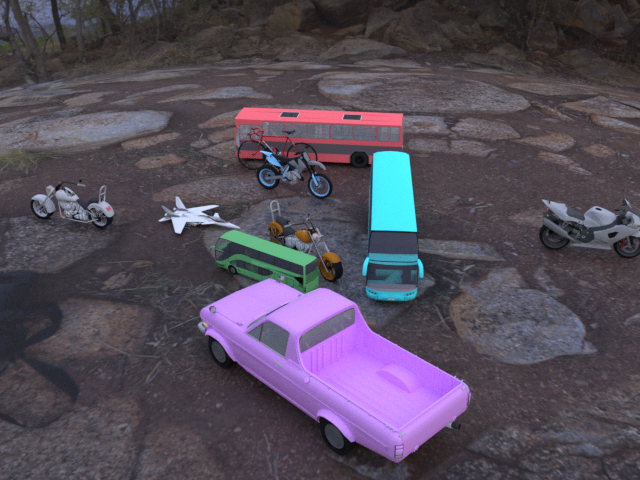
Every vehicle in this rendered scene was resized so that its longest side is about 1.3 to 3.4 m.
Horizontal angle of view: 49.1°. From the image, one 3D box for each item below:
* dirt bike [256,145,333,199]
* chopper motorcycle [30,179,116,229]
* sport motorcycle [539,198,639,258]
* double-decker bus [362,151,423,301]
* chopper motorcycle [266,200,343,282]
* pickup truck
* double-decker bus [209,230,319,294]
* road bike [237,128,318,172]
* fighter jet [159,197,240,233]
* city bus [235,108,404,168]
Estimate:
[{"bbox_3d":[-0.459,-1.204,12.230,1.493,0.857,0.527,12,29,22],"label":"dirt bike"},{"bbox_3d":[-3.985,-0.609,11.167,1.563,0.761,0.466,10,29,19],"label":"chopper motorcycle"},{"bbox_3d":[3.991,-0.178,10.252,1.520,0.821,0.506,7,28,14],"label":"sport motorcycle"},{"bbox_3d":[1.033,-0.271,10.180,0.756,1.052,3.251,2,27,4],"label":"double-decker bus"},{"bbox_3d":[-0.234,0.005,9.959,0.466,0.761,1.563,-21,34,-35],"label":"chopper motorcycle"},{"bbox_3d":[0.022,1.178,7.398,1.244,0.993,3.117,-23,35,-38],"label":"pickup truck"},{"bbox_3d":[-0.774,0.298,9.626,1.672,0.541,0.389,18,32,31],"label":"double-decker bus"},{"bbox_3d":[-0.812,-1.699,13.210,1.545,0.852,0.358,3,27,7],"label":"road bike"},{"bbox_3d":[-1.876,-0.389,11.257,1.358,0.286,1.147,11,29,21],"label":"fighter jet"},{"bbox_3d":[0.001,-2.009,13.772,3.255,0.894,0.926,3,27,7],"label":"city bus"}]
